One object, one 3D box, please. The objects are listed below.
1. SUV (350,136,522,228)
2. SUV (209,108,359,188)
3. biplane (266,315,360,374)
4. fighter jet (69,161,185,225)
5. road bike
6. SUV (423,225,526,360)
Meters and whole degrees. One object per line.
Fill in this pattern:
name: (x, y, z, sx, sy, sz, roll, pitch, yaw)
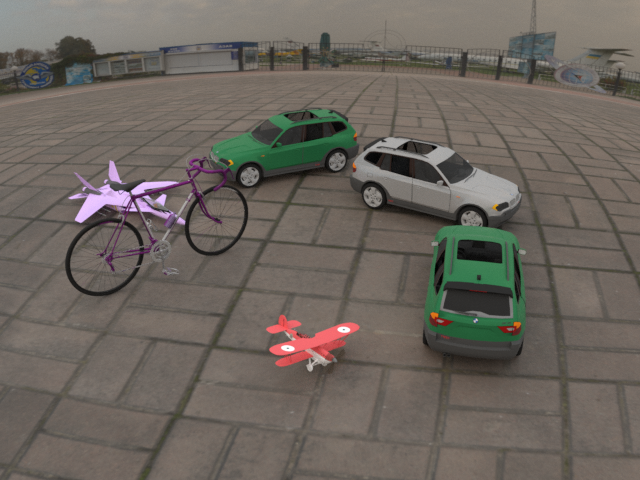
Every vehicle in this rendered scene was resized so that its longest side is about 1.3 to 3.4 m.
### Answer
SUV: (2.011, -1.060, 12.374, 3.058, 1.128, 1.276, 16, 31, 29)
SUV: (-0.708, -1.935, 14.118, 3.058, 1.128, 1.276, -12, 29, -23)
biplane: (-0.149, 1.238, 8.488, 1.336, 0.504, 1.090, -21, 34, -36)
fighter jet: (-3.241, -0.769, 12.431, 2.640, 0.557, 2.229, 20, 33, 34)
road bike: (-2.279, -0.248, 10.167, 3.004, 1.656, 0.697, -21, 34, -36)
SUV: (2.086, 0.455, 9.353, 1.276, 1.128, 3.058, 5, 27, 11)
